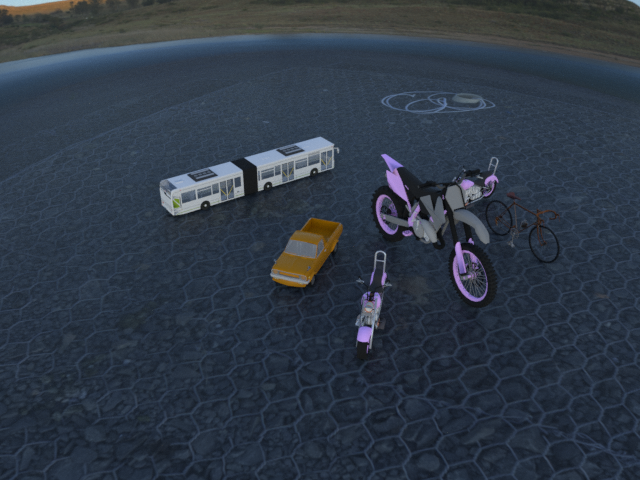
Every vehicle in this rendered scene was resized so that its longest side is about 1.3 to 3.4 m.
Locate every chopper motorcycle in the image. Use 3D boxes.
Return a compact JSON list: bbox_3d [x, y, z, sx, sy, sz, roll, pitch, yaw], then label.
[{"bbox_3d":[0.672,0.824,9.088,0.466,0.761,1.563,6,32,11],"label":"chopper motorcycle"},{"bbox_3d":[2.475,-0.880,11.914,1.563,0.761,0.466,-22,37,-32],"label":"chopper motorcycle"}]

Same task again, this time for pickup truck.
[{"bbox_3d":[-0.173,0.121,10.497,0.640,0.511,1.603,11,33,18],"label":"pickup truck"}]

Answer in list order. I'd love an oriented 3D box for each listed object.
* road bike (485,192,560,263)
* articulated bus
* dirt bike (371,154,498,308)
[{"bbox_3d":[3.109,-0.253,10.786,0.358,0.852,1.545,-18,35,-27],"label":"road bike"},{"bbox_3d":[-1.201,-1.186,12.615,3.401,0.561,0.605,-20,36,-30],"label":"articulated bus"},{"bbox_3d":[1.592,-0.288,10.055,1.024,1.666,2.903,-16,35,-24],"label":"dirt bike"}]
